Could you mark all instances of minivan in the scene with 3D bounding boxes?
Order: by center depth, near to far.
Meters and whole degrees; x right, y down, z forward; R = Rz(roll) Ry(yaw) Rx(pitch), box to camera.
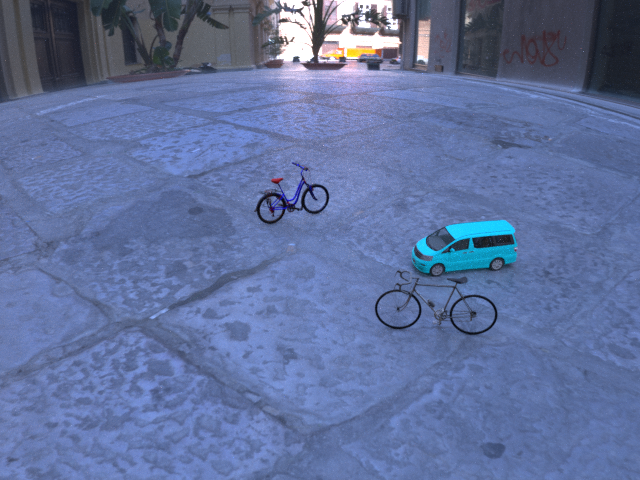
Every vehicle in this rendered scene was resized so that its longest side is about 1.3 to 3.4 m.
[{"bbox_3d":[2.164,0.098,10.529,1.548,0.616,0.681,-5,27,-10],"label":"minivan"}]

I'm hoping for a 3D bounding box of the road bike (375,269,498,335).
[{"bbox_3d":[1.473,0.806,8.866,1.545,0.852,0.358,3,27,7],"label":"road bike"}]

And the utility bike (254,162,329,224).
[{"bbox_3d":[-0.499,-0.820,11.979,1.435,0.946,0.535,-13,30,-25],"label":"utility bike"}]
